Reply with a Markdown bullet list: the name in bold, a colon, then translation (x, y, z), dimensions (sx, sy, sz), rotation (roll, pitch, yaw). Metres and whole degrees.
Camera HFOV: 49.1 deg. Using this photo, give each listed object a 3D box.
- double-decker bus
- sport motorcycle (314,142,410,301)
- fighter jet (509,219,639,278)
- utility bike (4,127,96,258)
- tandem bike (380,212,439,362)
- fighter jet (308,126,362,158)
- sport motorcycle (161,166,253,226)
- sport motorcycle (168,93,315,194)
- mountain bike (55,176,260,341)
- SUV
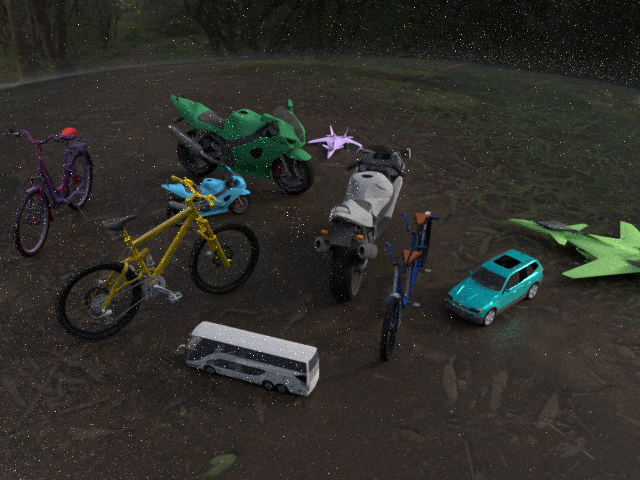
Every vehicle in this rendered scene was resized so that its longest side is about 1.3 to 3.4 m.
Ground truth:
- **double-decker bus**: translation (-0.829, 1.360, 8.132), dimensions (1.672, 0.541, 0.389), rotation (10, 30, 19)
- **sport motorcycle**: translation (0.657, -0.364, 10.205), dimensions (0.983, 1.596, 2.955), rotation (8, 30, 15)
- **fighter jet**: translation (4.113, -0.070, 10.754), dimensions (2.640, 0.557, 2.229), rotation (23, 36, 36)
- **utility bike**: translation (-4.125, -1.004, 11.131), dimensions (1.039, 1.839, 2.791), rotation (3, 29, 6)
- **tandem bike**: translation (1.204, 0.296, 9.271), dimensions (0.550, 1.326, 3.192), rotation (9, 30, 15)
- **fighter jet**: translation (0.296, -2.040, 14.674), dimensions (1.147, 0.286, 1.358), rotation (6, 29, 10)
- **sport motorcycle**: translation (-1.852, -0.709, 11.656), dimensions (1.520, 0.821, 0.506), rotation (-12, 31, -21)
- **sport motorcycle**: translation (-1.433, -1.770, 12.800), dimensions (2.955, 1.596, 0.983), rotation (13, 31, 22)
- **mountain bike**: translation (-2.014, 0.242, 8.992), dimensions (2.857, 1.688, 1.114), rotation (-19, 34, -31)
- **SUV**: translation (2.392, 0.594, 9.504), dimensions (1.572, 0.580, 0.656), rotation (-22, 36, -35)
